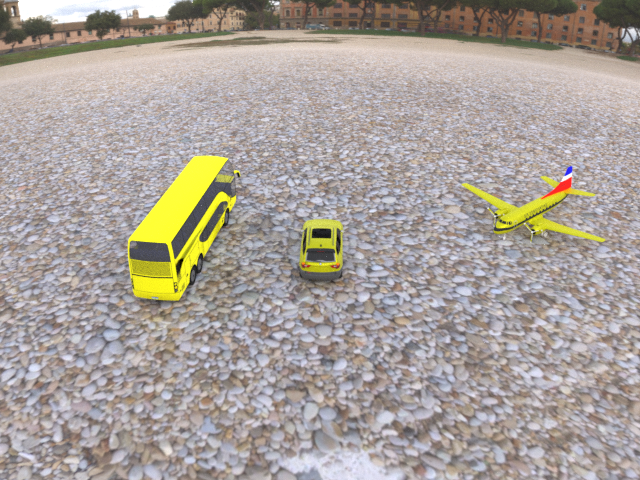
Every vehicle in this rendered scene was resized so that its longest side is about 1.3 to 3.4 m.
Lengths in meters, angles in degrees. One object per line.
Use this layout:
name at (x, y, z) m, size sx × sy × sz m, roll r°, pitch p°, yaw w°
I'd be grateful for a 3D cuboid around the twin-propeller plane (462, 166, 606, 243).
twin-propeller plane at (3.498, -0.593, 11.356) m, size 2.129 × 0.792 × 2.663 m, roll -23°, pitch 37°, yaw -35°

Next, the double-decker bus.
double-decker bus at (-1.974, -0.317, 10.607) m, size 0.756 × 1.052 × 3.251 m, roll 4°, pitch 30°, yaw 8°

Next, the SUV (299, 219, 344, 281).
SUV at (0.031, 0.050, 10.440) m, size 0.656 × 0.580 × 1.572 m, roll 1°, pitch 30°, yaw 2°
